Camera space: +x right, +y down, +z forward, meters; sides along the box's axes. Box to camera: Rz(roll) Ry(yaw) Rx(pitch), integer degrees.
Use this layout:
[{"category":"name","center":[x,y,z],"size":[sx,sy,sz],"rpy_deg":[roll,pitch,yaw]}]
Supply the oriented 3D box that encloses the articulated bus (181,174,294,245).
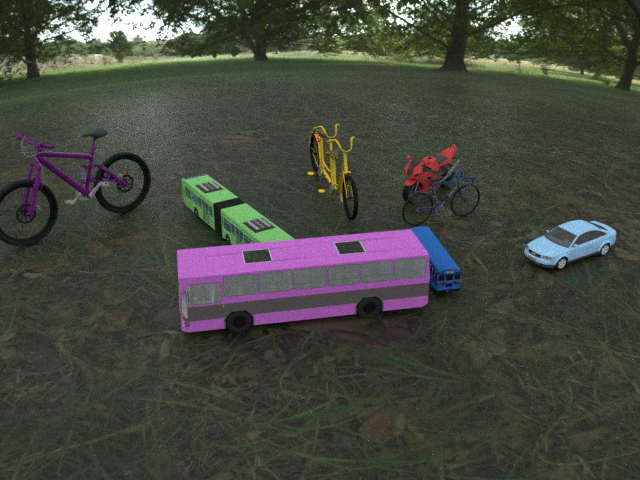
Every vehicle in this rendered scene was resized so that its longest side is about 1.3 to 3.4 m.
[{"category":"articulated bus","center":[-1.368,-0.300,11.373],"size":[0.605,0.561,3.401],"rpy_deg":[-16,31,-29]}]

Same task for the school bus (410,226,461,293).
[{"category":"school bus","center":[1.641,0.234,10.446],"size":[0.365,0.434,1.708],"rpy_deg":[-5,27,-9]}]

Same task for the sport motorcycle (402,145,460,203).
[{"category":"sport motorcycle","center":[2.035,-1.236,12.956],"size":[0.506,0.821,1.520],"rpy_deg":[24,35,39]}]

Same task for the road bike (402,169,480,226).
[{"category":"road bike","center":[2.079,-0.714,11.876],"size":[1.545,0.852,0.358],"rpy_deg":[-11,29,-21]}]

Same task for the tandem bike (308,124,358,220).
[{"category":"tandem bike","center":[0.210,-1.484,12.888],"size":[0.550,1.326,3.192],"rpy_deg":[-7,27,-13]}]

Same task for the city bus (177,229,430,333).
[{"category":"city bus","center":[-0.225,0.552,9.294],"size":[3.255,0.894,0.926],"rpy_deg":[-5,27,-10]}]

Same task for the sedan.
[{"category":"sedan","center":[3.886,0.012,10.835],"size":[1.613,0.483,0.635],"rpy_deg":[-14,30,-26]}]

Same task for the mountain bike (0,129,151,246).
[{"category":"mountain bike","center":[-4.045,-0.977,11.467],"size":[1.114,1.688,2.857],"rpy_deg":[23,35,39]}]
